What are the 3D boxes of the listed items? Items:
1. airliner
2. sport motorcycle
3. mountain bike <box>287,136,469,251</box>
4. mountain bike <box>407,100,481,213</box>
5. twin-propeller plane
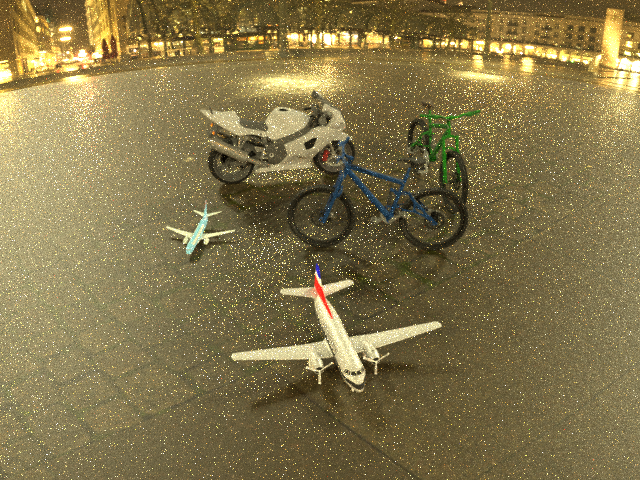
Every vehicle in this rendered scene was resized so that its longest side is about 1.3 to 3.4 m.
[{"bbox_3d":[-2.005,-0.201,11.479,1.161,0.429,1.307,3,29,5],"label":"airliner"},{"bbox_3d":[-0.750,-1.913,13.403,2.955,1.596,0.983,-6,29,-11],"label":"sport motorcycle"},{"bbox_3d":[0.902,-0.616,10.926,2.857,1.688,1.114,2,29,3],"label":"mountain bike"},{"bbox_3d":[2.142,-1.701,12.918,1.114,1.688,2.857,-6,29,-11],"label":"mountain bike"},{"bbox_3d":[0.194,1.089,8.732,2.663,0.792,2.129,-7,29,-13],"label":"twin-propeller plane"}]
